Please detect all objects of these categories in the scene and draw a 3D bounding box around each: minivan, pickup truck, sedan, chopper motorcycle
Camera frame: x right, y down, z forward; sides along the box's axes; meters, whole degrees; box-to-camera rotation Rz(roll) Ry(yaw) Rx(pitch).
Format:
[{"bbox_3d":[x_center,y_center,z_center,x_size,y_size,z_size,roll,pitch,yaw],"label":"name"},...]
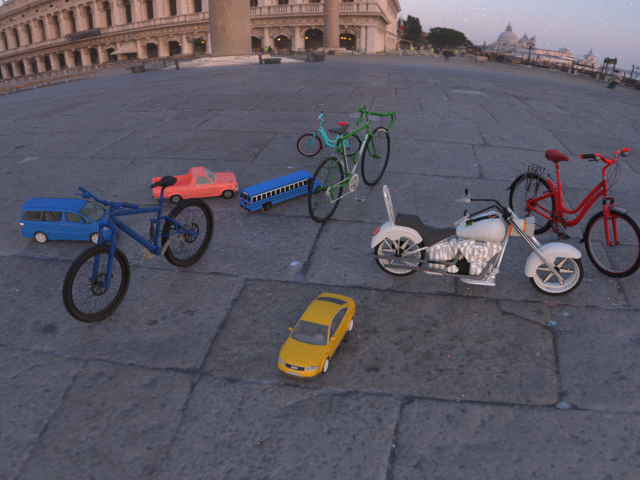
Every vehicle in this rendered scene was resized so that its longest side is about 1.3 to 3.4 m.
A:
[{"bbox_3d":[-4.138,-0.337,11.632,1.548,0.616,0.681,1,28,2],"label":"minivan"},{"bbox_3d":[-2.337,-1.062,13.100,1.603,0.511,0.640,-6,29,-12],"label":"pickup truck"},{"bbox_3d":[-0.025,1.158,8.971,0.635,0.483,1.613,10,30,19],"label":"sedan"},{"bbox_3d":[2.255,0.005,10.072,3.040,1.480,0.906,5,29,10],"label":"chopper motorcycle"}]

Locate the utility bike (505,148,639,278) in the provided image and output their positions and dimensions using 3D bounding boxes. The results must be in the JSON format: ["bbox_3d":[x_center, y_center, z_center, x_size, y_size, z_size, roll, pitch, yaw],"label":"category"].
[{"bbox_3d":[4.030,-0.671,10.957,1.039,1.839,2.791,-15,32,-27],"label":"utility bike"}]

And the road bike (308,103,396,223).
[{"bbox_3d":[0.593,-1.443,12.598,0.696,1.656,3.004,16,32,27],"label":"road bike"}]

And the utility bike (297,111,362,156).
[{"bbox_3d":[0.224,-2.173,14.719,1.435,0.946,0.535,-1,28,-2],"label":"utility bike"}]

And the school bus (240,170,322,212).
[{"bbox_3d":[-0.683,-0.926,12.926,1.708,0.434,0.365,-22,35,-35],"label":"school bus"}]

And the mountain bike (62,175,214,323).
[{"bbox_3d":[-2.504,-0.030,9.917,1.114,1.688,2.857,17,33,29],"label":"mountain bike"}]
